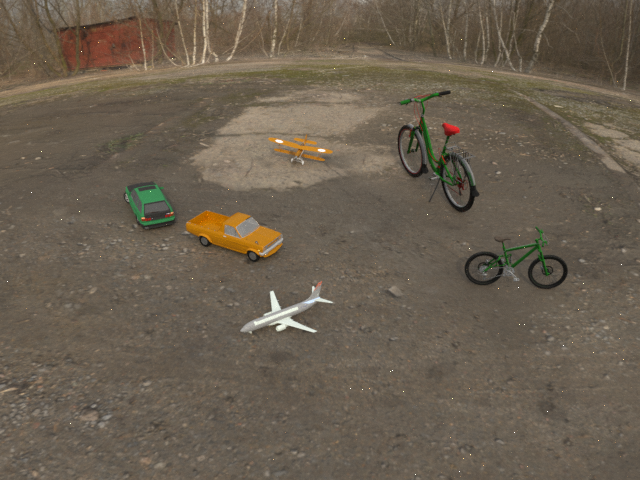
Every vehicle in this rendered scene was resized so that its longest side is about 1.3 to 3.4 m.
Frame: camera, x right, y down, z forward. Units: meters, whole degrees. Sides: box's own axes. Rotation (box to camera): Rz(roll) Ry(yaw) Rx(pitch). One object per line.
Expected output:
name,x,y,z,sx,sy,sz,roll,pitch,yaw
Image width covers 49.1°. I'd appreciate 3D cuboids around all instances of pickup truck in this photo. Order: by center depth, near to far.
pickup truck,-1.393,-0.145,11.313,1.603,0.511,0.640,16,32,26

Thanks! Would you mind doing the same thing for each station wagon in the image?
station wagon,-3.042,-0.718,12.399,0.682,0.473,1.597,-12,31,-21

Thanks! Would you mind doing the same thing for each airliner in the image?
airliner,-0.498,0.921,9.451,1.307,0.429,1.161,-17,33,-29

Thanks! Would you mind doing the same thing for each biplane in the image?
biplane,-0.369,-1.880,14.491,1.336,0.504,1.090,5,29,9

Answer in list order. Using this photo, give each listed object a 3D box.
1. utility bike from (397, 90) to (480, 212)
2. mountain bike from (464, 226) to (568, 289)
utility bike,2.021,-1.670,12.718,1.039,1.839,2.791,-11,31,-20
mountain bike,2.850,0.306,10.117,1.469,0.868,0.573,3,29,6
